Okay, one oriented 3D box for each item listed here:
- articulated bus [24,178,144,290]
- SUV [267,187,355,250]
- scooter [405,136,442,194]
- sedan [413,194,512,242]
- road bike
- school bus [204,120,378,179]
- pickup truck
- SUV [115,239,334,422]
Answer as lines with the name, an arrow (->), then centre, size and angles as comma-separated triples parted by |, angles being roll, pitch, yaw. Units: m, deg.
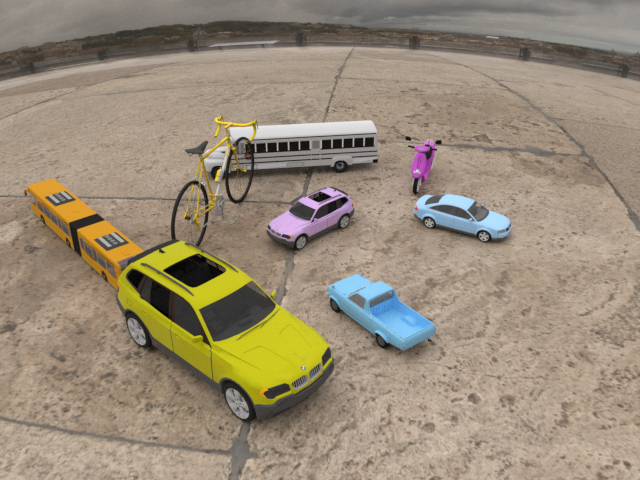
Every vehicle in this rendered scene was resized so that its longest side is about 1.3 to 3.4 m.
articulated bus -> -3.642, -0.139, 10.849 | 0.605, 0.561, 3.401 | -23, 37, -34
SUV -> -0.139, -0.389, 11.262 | 1.572, 0.580, 0.656 | -26, 39, -37
scooter -> 1.895, -1.492, 12.831 | 0.662, 0.919, 1.399 | 10, 31, 16
sedan -> 2.323, -0.416, 11.405 | 1.613, 0.483, 0.635 | 16, 34, 26
road bike -> -1.663, -0.976, 11.203 | 0.696, 1.656, 3.004 | 9, 31, 16
school bus -> -0.581, -1.740, 13.336 | 3.322, 0.844, 0.709 | -4, 30, -7
pickup truck -> 0.765, 0.886, 9.126 | 0.640, 0.511, 1.603 | -21, 36, -31
SUV -> -1.225, 0.944, 8.408 | 3.058, 1.128, 1.276 | 25, 38, 36
